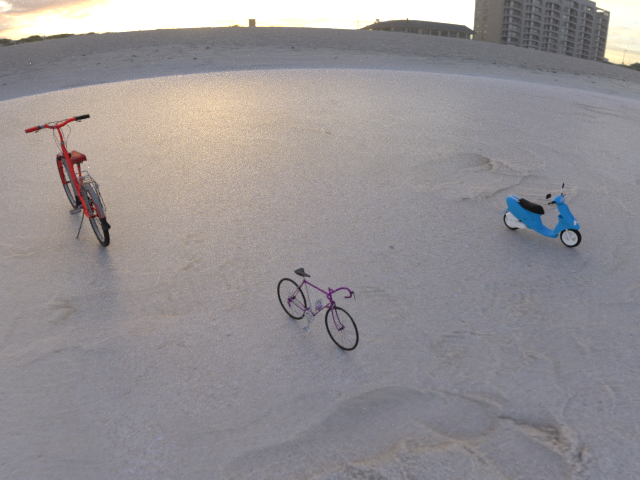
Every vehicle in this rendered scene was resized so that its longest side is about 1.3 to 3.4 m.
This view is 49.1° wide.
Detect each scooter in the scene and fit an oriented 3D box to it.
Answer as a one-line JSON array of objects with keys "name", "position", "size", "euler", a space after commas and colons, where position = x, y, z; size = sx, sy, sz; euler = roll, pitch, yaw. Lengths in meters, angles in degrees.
[{"name": "scooter", "position": [3.619, -0.455, 11.403], "size": [1.399, 0.919, 0.662], "euler": [21, 34, 35]}]

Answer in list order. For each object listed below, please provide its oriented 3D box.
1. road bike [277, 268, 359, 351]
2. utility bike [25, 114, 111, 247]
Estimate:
[{"name": "road bike", "position": [-0.055, 0.831, 8.963], "size": [0.358, 0.852, 1.545], "euler": [-23, 35, -37]}, {"name": "utility bike", "position": [-4.067, -1.010, 11.480], "size": [1.039, 1.839, 2.791], "euler": [-16, 31, -28]}]
